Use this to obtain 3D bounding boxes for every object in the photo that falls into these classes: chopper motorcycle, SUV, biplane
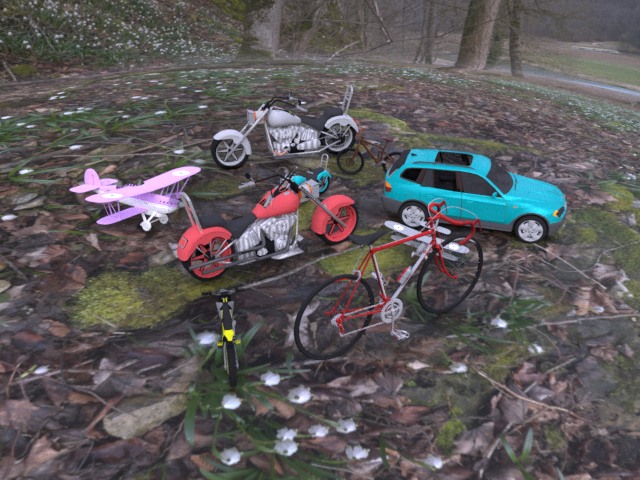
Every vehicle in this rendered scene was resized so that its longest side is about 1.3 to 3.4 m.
[{"bbox_3d":[-0.384,-0.988,12.413,0.466,0.761,1.563,24,37,38],"label":"chopper motorcycle"},{"bbox_3d":[-0.688,-2.262,14.034,3.040,1.480,0.906,-8,29,-14],"label":"chopper motorcycle"},{"bbox_3d":[-0.699,-0.335,10.431,3.040,1.480,0.906,-17,33,-29],"label":"chopper motorcycle"},{"bbox_3d":[2.561,-0.828,11.725,3.058,1.128,1.276,8,29,14],"label":"SUV"},{"bbox_3d":[-3.106,-0.756,11.748,2.120,0.981,2.598,13,31,23],"label":"biplane"},{"bbox_3d":[1.680,0.006,10.827,1.336,0.504,1.090,12,30,22],"label":"biplane"}]

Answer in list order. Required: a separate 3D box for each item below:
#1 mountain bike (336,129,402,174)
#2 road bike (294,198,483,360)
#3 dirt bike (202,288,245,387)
[{"bbox_3d":[1.036,-1.624,13.489,1.469,0.868,0.573,7,29,12],"label":"mountain bike"},{"bbox_3d":[0.959,0.478,8.724,3.004,1.656,0.697,-17,33,-29],"label":"road bike"},{"bbox_3d":[-1.130,1.060,8.483,0.527,0.857,1.493,-5,29,-9],"label":"dirt bike"}]
